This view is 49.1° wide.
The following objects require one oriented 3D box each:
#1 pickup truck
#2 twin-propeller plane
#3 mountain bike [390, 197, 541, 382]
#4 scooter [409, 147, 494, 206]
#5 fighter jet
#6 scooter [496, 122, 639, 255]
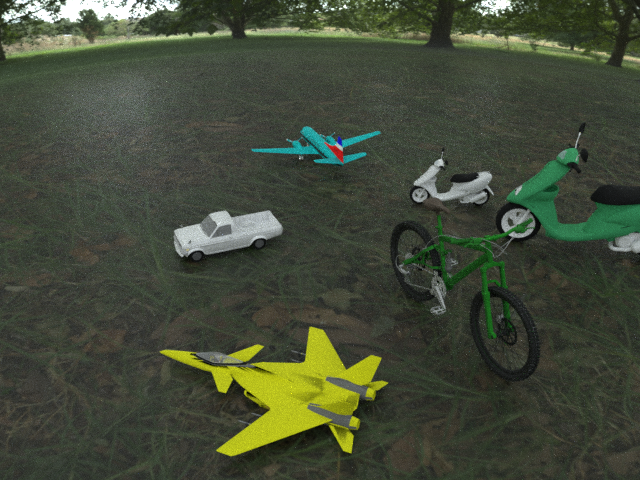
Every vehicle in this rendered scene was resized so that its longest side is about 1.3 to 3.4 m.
[{"bbox_3d":[-1.386,-0.137,10.536,1.603,0.511,0.640,-12,31,-20],"label":"pickup truck"},{"bbox_3d":[0.030,-1.884,13.381,2.663,0.792,2.129,-11,31,-19],"label":"twin-propeller plane"},{"bbox_3d":[1.640,0.401,8.363,1.114,1.688,2.857,-14,32,-23],"label":"mountain bike"},{"bbox_3d":[2.213,-1.006,11.676,1.399,0.919,0.662,2,29,3],"label":"scooter"},{"bbox_3d":[-0.673,1.420,7.697,2.640,0.557,2.229,12,31,21],"label":"fighter jet"},{"bbox_3d":[3.995,-0.630,10.111,2.721,1.786,1.288,8,30,15],"label":"scooter"}]
